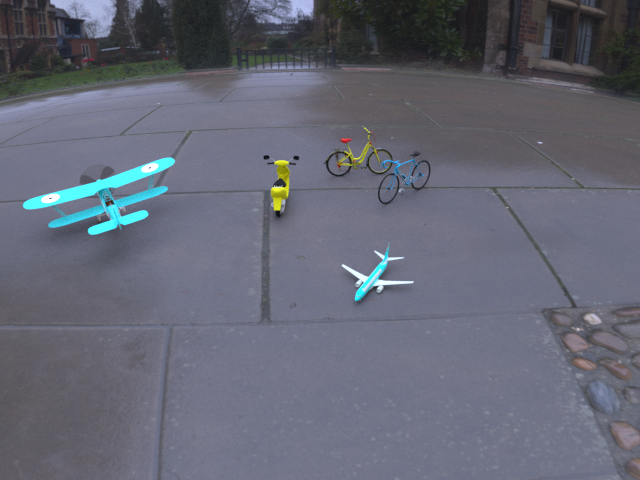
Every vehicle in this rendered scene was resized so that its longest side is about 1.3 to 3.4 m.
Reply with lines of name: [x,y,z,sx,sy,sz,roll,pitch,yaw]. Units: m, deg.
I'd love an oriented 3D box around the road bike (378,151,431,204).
road bike: [1.618,-1.218,13.243,1.545,0.852,0.358,-24,36,-38]

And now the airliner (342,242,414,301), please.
airliner: [0.798,0.484,10.444,1.161,0.429,1.307,13,30,23]

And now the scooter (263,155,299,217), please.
scooter: [-0.718,-1.061,12.870,0.662,0.919,1.399,2,28,3]

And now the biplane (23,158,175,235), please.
biplane: [-3.637,-0.609,11.938,2.598,0.981,2.120,-12,30,-22]

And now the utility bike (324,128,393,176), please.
utility bike: [0.772,-1.782,14.220,1.435,0.946,0.535,-3,28,-7]
